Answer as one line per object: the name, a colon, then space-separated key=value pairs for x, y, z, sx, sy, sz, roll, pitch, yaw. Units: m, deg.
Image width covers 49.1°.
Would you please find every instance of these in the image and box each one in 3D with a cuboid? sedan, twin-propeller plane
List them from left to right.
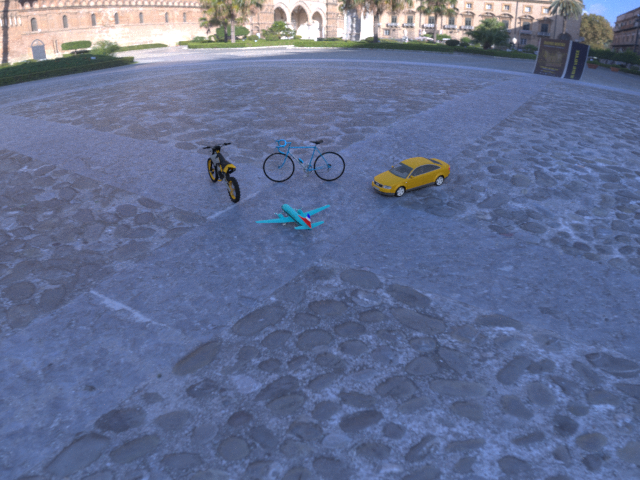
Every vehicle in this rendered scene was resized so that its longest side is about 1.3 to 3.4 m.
twin-propeller plane: x=-0.393 y=-0.426 z=11.577 sx=1.370 sy=0.407 sz=1.095 roll=-14 pitch=31 yaw=-24
sedan: x=1.694 y=-1.226 z=12.992 sx=1.613 sy=0.483 sz=0.635 roll=-17 pitch=32 yaw=-28

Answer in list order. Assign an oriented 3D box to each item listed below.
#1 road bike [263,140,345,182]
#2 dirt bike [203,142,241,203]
road bike: x=-0.297 y=-1.481 z=13.077 sx=1.545 sy=0.852 sz=0.358 roll=-1 pitch=28 yaw=-3
dirt bike: x=-1.778 y=-1.273 z=12.683 sx=0.527 sy=0.857 sz=1.493 roll=-14 pitch=31 yaw=-25
